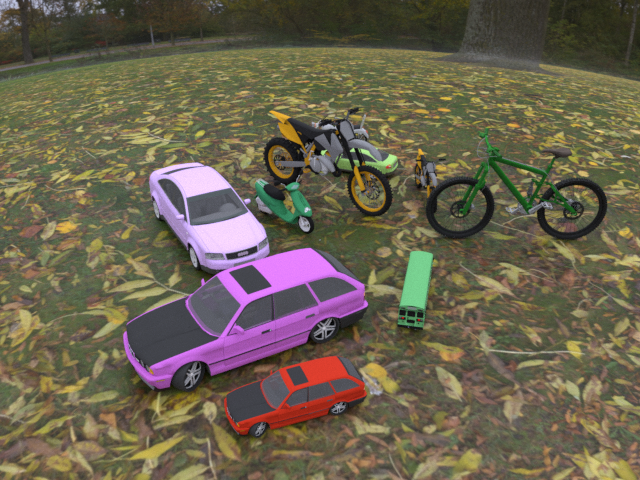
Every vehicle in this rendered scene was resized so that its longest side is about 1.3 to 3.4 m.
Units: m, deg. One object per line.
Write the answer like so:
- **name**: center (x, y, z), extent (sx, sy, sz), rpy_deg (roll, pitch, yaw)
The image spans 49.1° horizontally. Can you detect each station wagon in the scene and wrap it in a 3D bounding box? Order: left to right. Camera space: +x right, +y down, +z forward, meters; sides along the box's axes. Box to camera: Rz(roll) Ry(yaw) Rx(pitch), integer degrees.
- **station wagon**: center (-0.933, 0.888, 8.912), extent (3.105, 0.920, 1.327), rpy_deg (-16, 34, -26)
- **station wagon**: center (-0.288, 1.719, 7.927), extent (1.597, 0.473, 0.682), rpy_deg (-11, 32, -18)

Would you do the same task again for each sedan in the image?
- **sedan**: center (-1.848, -0.508, 11.296), extent (1.235, 0.940, 3.137), rpy_deg (-15, 34, -25)
- **sedan**: center (0.710, -1.586, 13.606), extent (1.613, 0.483, 0.635), rpy_deg (12, 32, 19)

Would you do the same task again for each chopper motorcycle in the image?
- **chopper motorcycle**: center (0.221, -2.221, 14.421), extent (1.563, 0.761, 0.466), rpy_deg (0, 30, -1)

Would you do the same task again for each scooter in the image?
- **scooter**: center (-0.617, -0.697, 11.642), extent (1.399, 0.919, 0.662), rpy_deg (25, 38, 36)

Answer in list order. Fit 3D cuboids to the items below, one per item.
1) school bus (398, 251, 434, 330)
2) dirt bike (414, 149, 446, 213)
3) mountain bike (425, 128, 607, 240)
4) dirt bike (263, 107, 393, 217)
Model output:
- **school bus**: center (1.365, 0.629, 9.841), extent (0.365, 0.434, 1.708), rpy_deg (6, 31, 11)
- **dirt bike**: center (1.895, -1.110, 12.413), extent (0.527, 0.857, 1.493), rpy_deg (-3, 30, -5)
- **mountain bike**: center (3.113, -0.761, 10.987), extent (2.857, 1.688, 1.114), rpy_deg (1, 30, 1)
- **dirt bike**: center (0.084, -1.470, 12.228), extent (2.903, 1.666, 1.024), rpy_deg (23, 37, 34)
